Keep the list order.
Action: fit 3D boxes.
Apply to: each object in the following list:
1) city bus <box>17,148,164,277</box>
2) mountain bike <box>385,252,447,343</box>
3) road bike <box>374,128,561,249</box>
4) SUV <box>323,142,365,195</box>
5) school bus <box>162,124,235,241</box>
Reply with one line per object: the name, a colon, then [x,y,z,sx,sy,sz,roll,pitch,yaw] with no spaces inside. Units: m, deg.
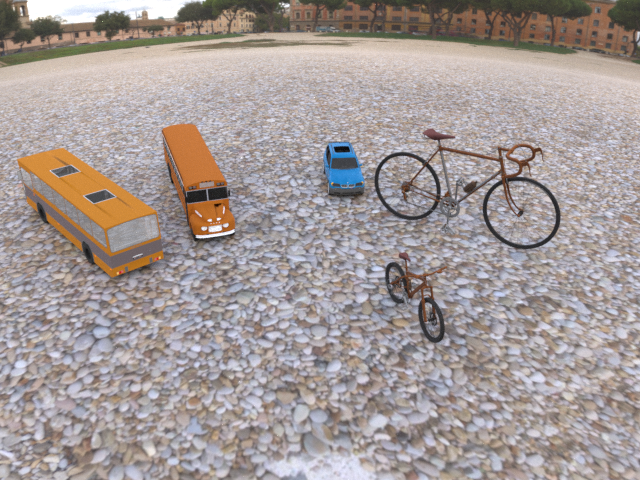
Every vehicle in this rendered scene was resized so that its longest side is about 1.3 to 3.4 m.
city bus: [-3.600,-0.471,10.781,0.926,0.894,3.255,-23,36,-35]
mountain bike: [1.177,0.635,8.804,0.573,0.868,1.469,-11,31,-19]
road bike: [2.179,-0.840,10.661,3.004,1.656,0.697,16,33,27]
SUV: [0.411,-1.310,12.625,0.656,0.580,1.572,-2,29,-4]
school bus: [-2.103,-1.045,11.872,0.709,0.844,3.322,-9,30,-16]
